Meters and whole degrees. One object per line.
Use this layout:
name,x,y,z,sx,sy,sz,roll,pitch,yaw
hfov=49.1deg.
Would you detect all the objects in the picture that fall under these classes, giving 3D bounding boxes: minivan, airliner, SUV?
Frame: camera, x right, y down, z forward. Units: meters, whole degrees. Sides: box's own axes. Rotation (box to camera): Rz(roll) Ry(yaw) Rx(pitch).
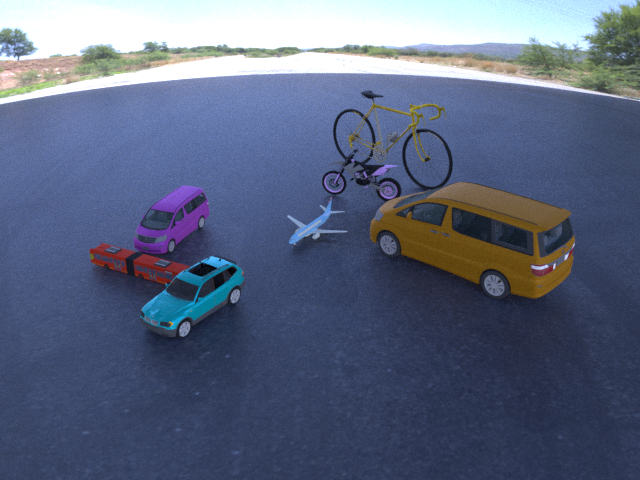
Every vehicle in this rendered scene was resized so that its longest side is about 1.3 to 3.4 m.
minivan,2.135,-0.162,10.268,3.011,1.197,1.324,22,34,37
airliner,-0.132,-0.303,11.416,1.161,0.429,1.307,16,30,29
minivan,-2.387,-0.335,11.270,0.681,0.616,1.548,10,28,19
SUV,-1.657,0.704,9.218,0.656,0.580,1.572,17,31,30

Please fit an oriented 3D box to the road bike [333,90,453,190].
road bike,1.331,-2.005,13.462,0.697,1.656,3.004,-24,35,-39

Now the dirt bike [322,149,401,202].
dirt bike,0.744,-1.146,12.631,1.493,0.857,0.527,8,28,16

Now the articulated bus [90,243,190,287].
articulated bus,-2.612,0.372,10.214,1.749,0.289,0.311,13,29,24
